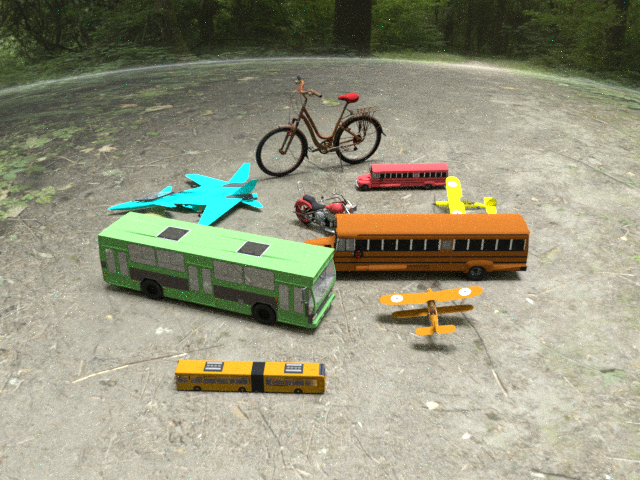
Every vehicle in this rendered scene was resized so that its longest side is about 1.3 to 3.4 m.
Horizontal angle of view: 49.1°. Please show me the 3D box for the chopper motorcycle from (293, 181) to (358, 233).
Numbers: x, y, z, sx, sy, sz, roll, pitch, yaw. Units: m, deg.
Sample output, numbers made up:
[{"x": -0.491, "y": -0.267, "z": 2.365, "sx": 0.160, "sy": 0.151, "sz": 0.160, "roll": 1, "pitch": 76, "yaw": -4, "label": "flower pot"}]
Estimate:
[{"x": 0.234, "y": -0.451, "z": 11.416, "sx": 1.563, "sy": 0.761, "sz": 0.466, "roll": 18, "pitch": 33, "yaw": 30, "label": "chopper motorcycle"}]

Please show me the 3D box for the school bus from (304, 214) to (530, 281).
[{"x": 1.346, "y": 0.077, "z": 10.351, "sx": 3.322, "sy": 0.844, "sz": 0.709, "roll": 0, "pitch": 28, "yaw": 0, "label": "school bus"}]

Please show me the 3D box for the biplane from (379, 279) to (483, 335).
[{"x": 1.446, "y": 0.929, "z": 9.133, "sx": 1.336, "sy": 0.504, "sz": 1.090, "roll": 2, "pitch": 28, "yaw": 3, "label": "biplane"}]

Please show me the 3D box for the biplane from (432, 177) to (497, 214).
[{"x": 2.457, "y": -0.580, "z": 11.925, "sx": 1.090, "sy": 0.504, "sz": 1.336, "roll": 2, "pitch": 28, "yaw": 3, "label": "biplane"}]

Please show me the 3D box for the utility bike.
[{"x": 0.106, "y": -2.153, "z": 13.431, "sx": 2.791, "sy": 1.839, "sz": 1.039, "roll": -12, "pitch": 31, "yaw": -21, "label": "utility bike"}]

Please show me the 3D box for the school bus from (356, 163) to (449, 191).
[{"x": 1.533, "y": -1.190, "z": 13.127, "sx": 1.708, "sy": 0.434, "sz": 0.365, "roll": -1, "pitch": 28, "yaw": -3, "label": "school bus"}]

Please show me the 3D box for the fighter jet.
[{"x": -2.410, "y": -0.839, "z": 12.349, "sx": 2.640, "sy": 0.557, "sz": 2.229, "roll": -7, "pitch": 29, "yaw": -13, "label": "fighter jet"}]

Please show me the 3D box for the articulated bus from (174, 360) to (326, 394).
[{"x": -0.811, "y": 1.586, "z": 8.144, "sx": 1.749, "sy": 0.289, "sz": 0.311, "roll": 1, "pitch": 28, "yaw": 2, "label": "articulated bus"}]

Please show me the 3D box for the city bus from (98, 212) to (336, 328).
[{"x": -1.441, "y": 0.409, "z": 9.685, "sx": 3.255, "sy": 0.894, "sz": 0.926, "roll": 10, "pitch": 30, "yaw": 18, "label": "city bus"}]
